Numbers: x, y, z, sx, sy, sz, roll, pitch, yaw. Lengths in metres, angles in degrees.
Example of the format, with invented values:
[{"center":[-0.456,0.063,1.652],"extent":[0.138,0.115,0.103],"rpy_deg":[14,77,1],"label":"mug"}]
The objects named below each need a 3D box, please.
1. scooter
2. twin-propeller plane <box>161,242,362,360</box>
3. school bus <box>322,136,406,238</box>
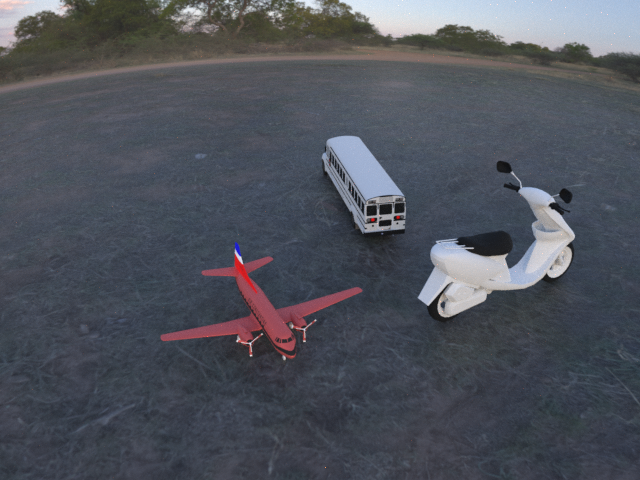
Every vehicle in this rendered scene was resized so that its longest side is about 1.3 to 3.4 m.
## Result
[{"center":[2.461,0.037,9.208],"extent":[2.721,1.786,1.288],"rpy_deg":[-16,32,-27],"label":"scooter"},{"center":[-0.748,0.773,8.883],"extent":[2.663,0.792,2.129],"rpy_deg":[-12,30,-21],"label":"twin-propeller plane"},{"center":[0.670,-1.056,12.264],"extent":[0.709,0.844,3.322],"rpy_deg":[-6,29,-11],"label":"school bus"}]
